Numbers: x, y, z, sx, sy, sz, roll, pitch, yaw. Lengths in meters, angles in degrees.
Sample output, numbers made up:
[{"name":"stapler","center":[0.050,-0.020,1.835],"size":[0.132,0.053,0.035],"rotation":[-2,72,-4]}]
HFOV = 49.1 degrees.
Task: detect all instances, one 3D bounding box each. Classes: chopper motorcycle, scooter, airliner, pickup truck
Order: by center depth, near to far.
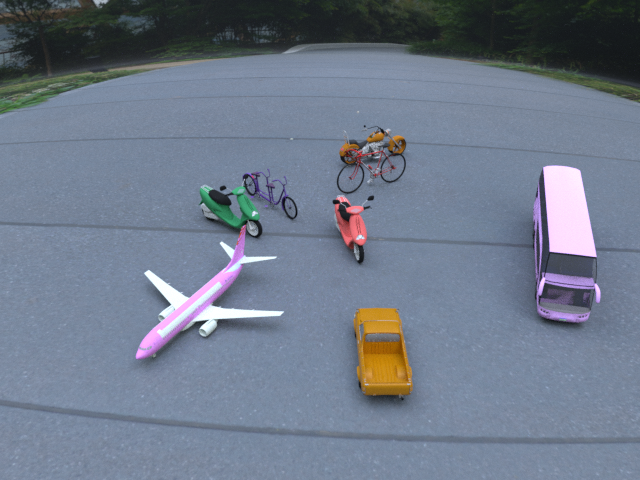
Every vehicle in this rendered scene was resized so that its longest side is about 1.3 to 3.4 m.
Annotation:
[{"name":"pickup truck","center":[0.750,1.300,8.528],"size":[0.640,0.511,1.603],"rotation":[0,29,0]},{"name":"airliner","center":[-1.629,0.674,9.312],"size":[2.257,0.835,2.541],"rotation":[14,32,24]},{"name":"scooter","center":[0.474,-0.320,11.000],"size":[0.662,0.919,1.399],"rotation":[-7,30,-12]},{"name":"scooter","center":[-1.496,-0.607,11.513],"size":[1.399,0.919,0.662],"rotation":[20,35,32]},{"name":"chopper motorcycle","center":[1.081,-1.961,14.089],"size":[1.563,0.761,0.466],"rotation":[-16,33,-26]}]

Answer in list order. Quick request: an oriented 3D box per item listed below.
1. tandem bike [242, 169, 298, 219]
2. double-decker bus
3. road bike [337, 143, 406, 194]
[{"name":"tandem bike","center":[-0.898,-0.903,12.283],"size":[0.283,0.682,1.642],"rotation":[-22,36,-33]},{"name":"double-decker bus","center":[3.559,-0.011,10.313],"size":[0.756,1.052,3.251],"rotation":[7,30,12]},{"name":"road bike","center":[0.968,-1.353,12.913],"size":[1.545,0.852,0.358],"rotation":[-16,33,-26]}]
